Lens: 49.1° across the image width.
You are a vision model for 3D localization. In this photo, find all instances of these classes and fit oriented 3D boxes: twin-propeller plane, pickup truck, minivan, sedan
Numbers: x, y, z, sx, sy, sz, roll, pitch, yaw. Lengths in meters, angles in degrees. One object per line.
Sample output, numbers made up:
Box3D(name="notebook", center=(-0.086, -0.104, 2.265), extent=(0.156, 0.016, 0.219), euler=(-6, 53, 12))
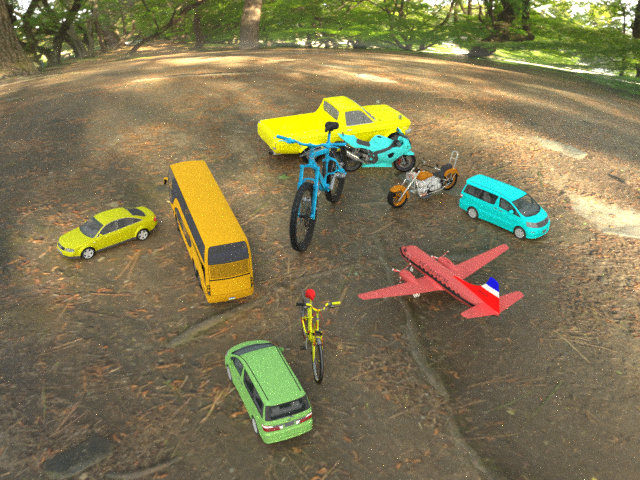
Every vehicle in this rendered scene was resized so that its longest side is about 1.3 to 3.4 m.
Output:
Box3D(name="twin-propeller plane", center=(1.765, 0.457, 9.770), extent=(2.663, 0.792, 2.129), euler=(-17, 34, -26))
Box3D(name="pickup truck", center=(0.312, -2.366, 14.446), extent=(3.117, 0.993, 1.244), euler=(-12, 32, -19))
Box3D(name="minivan", center=(3.101, -0.566, 11.713), extent=(0.681, 0.616, 1.548), euler=(-25, 38, -36))
Box3D(name="sedan", center=(-3.388, -0.171, 11.163), extent=(1.613, 0.483, 0.635), euler=(-23, 37, -34))
Box3D(name="minivan", center=(-0.624, 1.596, 7.978), extent=(0.681, 0.616, 1.548), euler=(-12, 32, -20))

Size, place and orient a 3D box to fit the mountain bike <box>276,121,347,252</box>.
Box3D(name="mountain bike", center=(0.012, -1.041, 11.464), extent=(1.114, 1.688, 2.857), euler=(9, 31, 15))

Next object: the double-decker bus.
Box3D(name="double-decker bus", center=(-1.761, -0.264, 10.755), extent=(0.756, 1.052, 3.251), euler=(-10, 32, -17))

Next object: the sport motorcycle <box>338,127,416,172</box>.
Box3D(name="sport motorcycle", center=(1.095, -1.698, 13.465), extent=(1.520, 0.821, 0.506), euler=(1, 30, 2))

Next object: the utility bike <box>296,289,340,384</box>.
Box3D(name="utility bike", center=(-0.054, 1.040, 8.608), extent=(0.535, 0.946, 1.435), euler=(-5, 30, -9))

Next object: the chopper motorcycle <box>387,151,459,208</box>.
Box3D(name="chopper motorcycle", center=(1.858, -1.083, 12.462), extent=(1.563, 0.761, 0.466), euler=(-18, 35, -28))
